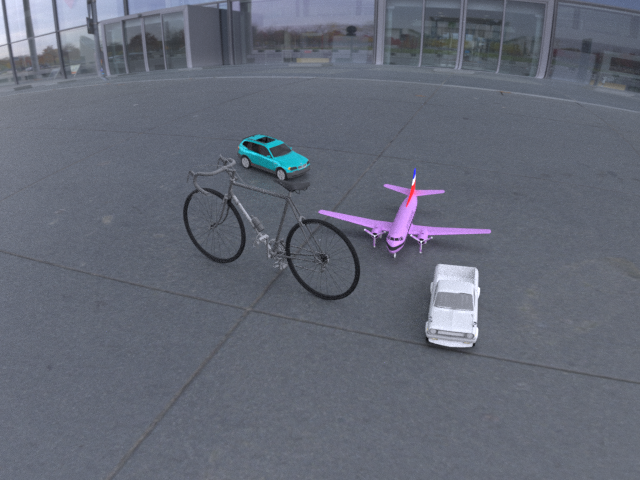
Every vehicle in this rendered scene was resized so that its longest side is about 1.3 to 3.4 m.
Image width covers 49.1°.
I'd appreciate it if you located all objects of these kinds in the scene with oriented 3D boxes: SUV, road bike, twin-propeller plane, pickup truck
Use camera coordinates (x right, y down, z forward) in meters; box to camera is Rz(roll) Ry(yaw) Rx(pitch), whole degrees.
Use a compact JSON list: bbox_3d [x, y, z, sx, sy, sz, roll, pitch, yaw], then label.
[{"bbox_3d":[-0.898,-1.613,13.409,1.572,0.580,0.656,22,35,36],"label":"SUV"},{"bbox_3d":[-0.752,-0.188,9.479,3.004,1.656,0.697,17,32,29],"label":"road bike"},{"bbox_3d":[1.316,-0.425,10.880,2.663,0.792,2.129,7,28,14],"label":"twin-propeller plane"},{"bbox_3d":[1.706,0.758,8.894,0.640,0.511,1.603,6,28,11],"label":"pickup truck"}]
